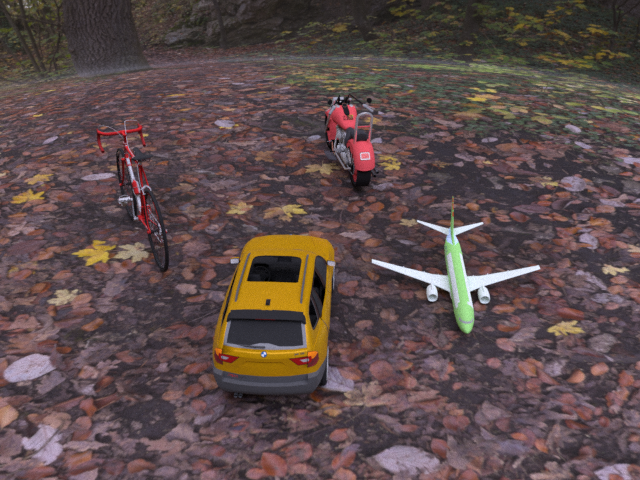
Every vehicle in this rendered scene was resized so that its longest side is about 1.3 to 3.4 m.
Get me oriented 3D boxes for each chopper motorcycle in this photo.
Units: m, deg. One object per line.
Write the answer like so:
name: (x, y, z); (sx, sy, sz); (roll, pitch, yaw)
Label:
chopper motorcycle: (0.495, -2.057, 13.023); (0.906, 1.480, 3.040); (-5, 28, -9)

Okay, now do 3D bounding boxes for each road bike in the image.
road bike: (-2.667, -0.726, 10.258); (0.697, 1.656, 3.004); (-13, 30, -23)

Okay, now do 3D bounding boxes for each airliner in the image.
airliner: (1.815, 0.294, 9.180); (2.257, 0.835, 2.541); (2, 27, 4)

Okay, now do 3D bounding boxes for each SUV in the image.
SUV: (-0.467, 0.622, 8.227); (1.276, 1.128, 3.058); (1, 27, 3)
